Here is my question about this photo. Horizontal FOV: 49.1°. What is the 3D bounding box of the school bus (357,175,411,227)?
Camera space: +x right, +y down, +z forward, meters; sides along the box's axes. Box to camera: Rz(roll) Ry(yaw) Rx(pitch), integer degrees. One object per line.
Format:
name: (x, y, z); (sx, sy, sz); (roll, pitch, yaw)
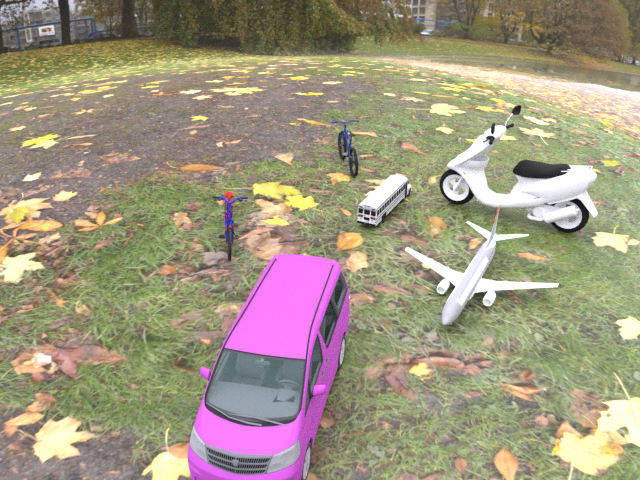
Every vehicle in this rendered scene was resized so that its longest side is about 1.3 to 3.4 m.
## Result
school bus: (1.163, -0.732, 12.241); (0.365, 0.434, 1.708); (14, 32, 24)

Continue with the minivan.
minivan: (-0.458, 1.347, 7.658); (1.324, 1.197, 3.011); (6, 29, 11)

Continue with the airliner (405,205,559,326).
airliner: (2.177, 0.338, 9.873); (2.257, 0.835, 2.541); (14, 32, 24)

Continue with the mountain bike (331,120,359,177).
mountain bike: (0.552, -1.847, 13.824); (0.573, 0.868, 1.469); (-6, 29, -10)

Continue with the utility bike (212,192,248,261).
utility bike: (-1.389, -0.345, 11.005); (0.535, 0.946, 1.435); (-4, 29, -7)

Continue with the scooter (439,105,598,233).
scooter: (3.290, -1.171, 11.635); (2.721, 1.786, 1.288); (18, 33, 29)
